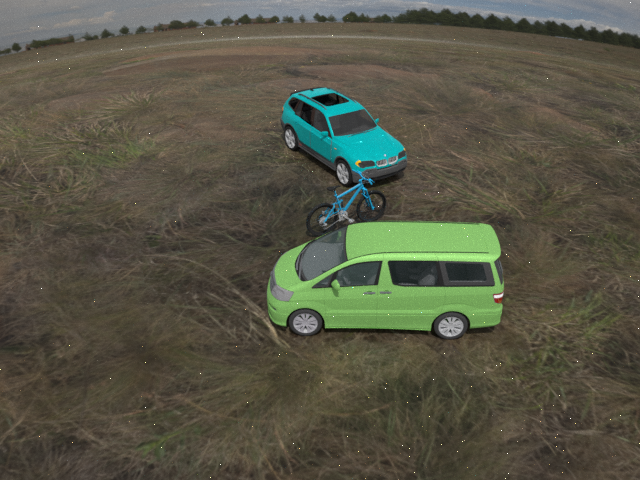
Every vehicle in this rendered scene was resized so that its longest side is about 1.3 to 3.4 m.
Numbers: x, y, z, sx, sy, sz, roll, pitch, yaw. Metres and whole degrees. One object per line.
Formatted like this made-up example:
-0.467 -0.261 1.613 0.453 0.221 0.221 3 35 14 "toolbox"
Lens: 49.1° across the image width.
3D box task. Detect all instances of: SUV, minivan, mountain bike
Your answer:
0.385 -2.053 13.293 1.276 1.128 3.058 -18 35 -27 "SUV"
0.812 0.449 9.041 3.011 1.197 1.324 1 31 2 "minivan"
0.435 -0.563 11.056 1.469 0.868 0.573 -16 34 -24 "mountain bike"
